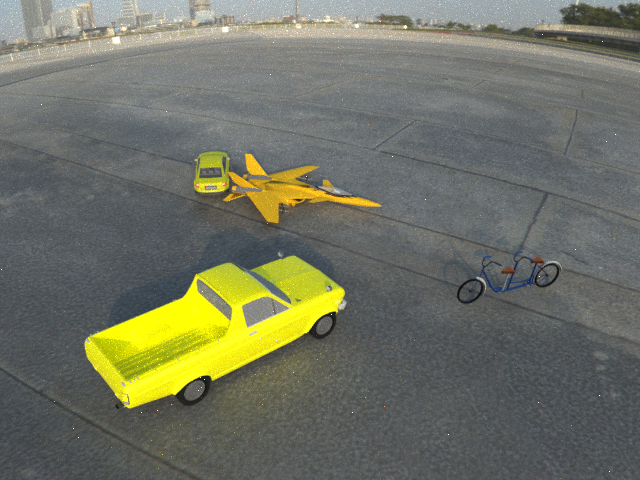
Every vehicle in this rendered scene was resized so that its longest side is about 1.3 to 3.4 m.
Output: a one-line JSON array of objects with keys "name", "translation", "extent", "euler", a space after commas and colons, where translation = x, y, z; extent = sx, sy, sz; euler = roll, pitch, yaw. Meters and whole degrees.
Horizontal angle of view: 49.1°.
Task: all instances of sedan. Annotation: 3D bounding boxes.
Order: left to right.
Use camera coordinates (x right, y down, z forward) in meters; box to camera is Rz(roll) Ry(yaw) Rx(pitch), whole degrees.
[{"name": "sedan", "translation": [-1.948, -1.285, 12.652], "extent": [0.635, 0.483, 1.613], "euler": [-3, 31, -5]}]

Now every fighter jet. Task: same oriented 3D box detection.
[{"name": "fighter jet", "translation": [-0.229, -0.913, 11.956], "extent": [2.640, 0.557, 2.229], "euler": [9, 32, 15]}]

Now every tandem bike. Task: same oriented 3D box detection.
[{"name": "tandem bike", "translation": [2.609, 0.469, 9.515], "extent": [1.642, 0.682, 0.283], "euler": [-10, 32, -16]}]

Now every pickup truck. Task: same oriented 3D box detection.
[{"name": "pickup truck", "translation": [-1.167, 0.946, 8.411], "extent": [3.117, 0.993, 1.244], "euler": [-22, 37, -33]}]
